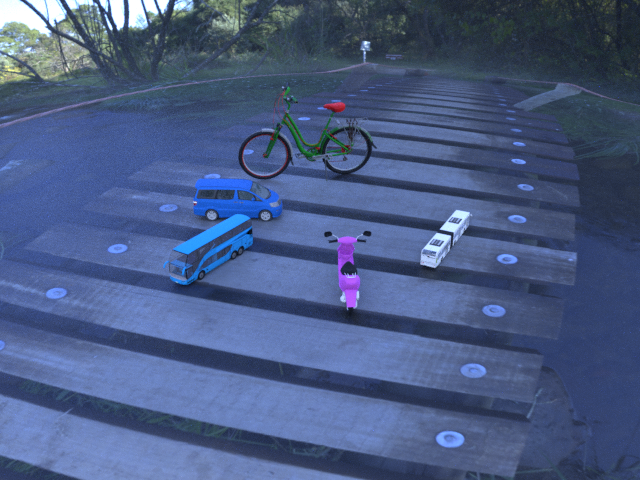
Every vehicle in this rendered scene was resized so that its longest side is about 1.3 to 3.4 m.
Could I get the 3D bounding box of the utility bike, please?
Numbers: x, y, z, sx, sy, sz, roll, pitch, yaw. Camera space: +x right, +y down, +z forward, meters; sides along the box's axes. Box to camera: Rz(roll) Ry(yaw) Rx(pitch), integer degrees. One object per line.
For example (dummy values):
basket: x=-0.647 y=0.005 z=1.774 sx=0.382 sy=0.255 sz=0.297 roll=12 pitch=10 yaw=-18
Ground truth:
utility bike: x=-0.199 y=-2.037 z=13.578 sx=2.791 sy=1.839 sz=1.039 roll=-5 pitch=27 yaw=-10

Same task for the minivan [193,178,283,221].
minivan: x=-1.440 y=-0.728 z=12.321 sx=1.548 sy=0.616 sz=0.681 roll=1 pitch=26 yaw=1

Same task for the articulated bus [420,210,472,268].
articulated bus: x=2.046 y=-0.041 z=11.308 sx=0.311 sy=0.289 sz=1.749 roll=13 pitch=29 yaw=24

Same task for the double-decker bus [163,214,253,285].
double-decker bus: x=-1.652 y=0.141 z=10.661 sx=0.389 sy=0.541 sz=1.672 roll=16 pitch=31 yaw=29

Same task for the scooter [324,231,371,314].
scooter: x=0.392 y=0.362 z=9.793 sx=0.662 sy=0.919 sz=1.399 roll=-1 pitch=26 yaw=-2
